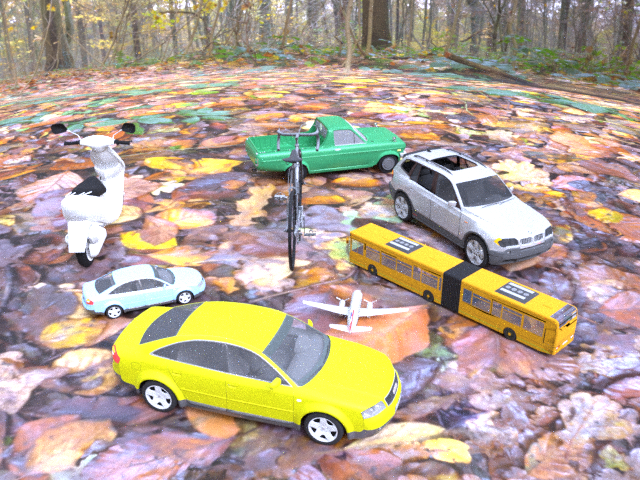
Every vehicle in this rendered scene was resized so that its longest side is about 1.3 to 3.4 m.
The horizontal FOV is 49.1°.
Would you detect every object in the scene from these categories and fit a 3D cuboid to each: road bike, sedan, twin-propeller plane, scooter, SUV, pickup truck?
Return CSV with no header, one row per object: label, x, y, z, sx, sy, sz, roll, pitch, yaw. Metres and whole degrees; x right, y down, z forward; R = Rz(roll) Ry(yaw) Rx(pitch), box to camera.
road bike,-0.376,-0.761,10.807,0.696,1.656,3.004,1,26,1
sedan,-2.344,0.609,9.346,1.613,0.483,0.635,-10,28,-20
twin-propeller plane,0.439,0.861,8.918,1.370,0.407,1.095,4,26,7
scooter,-3.465,-0.846,10.831,1.288,1.786,2.721,-1,26,-2
SUV,2.311,-0.615,11.107,1.276,1.128,3.058,-13,29,-25
sedan,-0.690,1.272,7.477,3.137,0.940,1.235,8,27,15
pickup truck,0.115,-1.867,13.813,3.117,0.993,1.244,-7,27,-15

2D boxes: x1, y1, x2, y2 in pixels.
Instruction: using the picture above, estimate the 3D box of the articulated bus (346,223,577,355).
articulated bus,1.737,0.557,9.363,0.605,0.561,3.401,-23,34,-38
